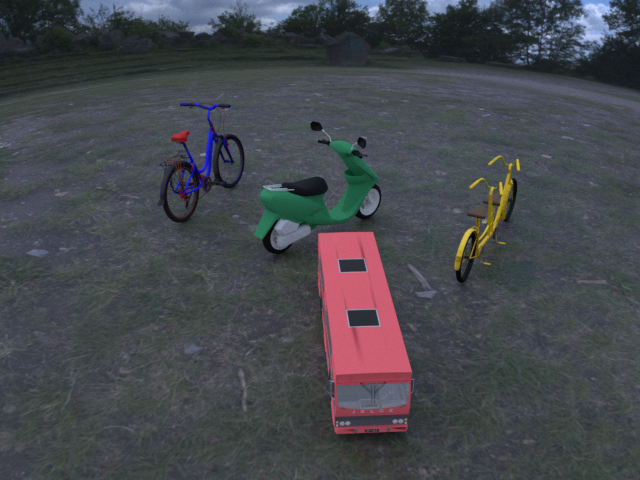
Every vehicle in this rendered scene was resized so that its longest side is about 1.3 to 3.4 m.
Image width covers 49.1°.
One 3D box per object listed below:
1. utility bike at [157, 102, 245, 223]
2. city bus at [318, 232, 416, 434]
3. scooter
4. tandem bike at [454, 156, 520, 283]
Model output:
[{"bbox_3d":[-2.188,-1.512,12.585,1.039,1.839,2.791,12,29,21],"label":"utility bike"},{"bbox_3d":[0.454,1.012,8.705,0.926,0.894,3.255,-1,27,-3],"label":"city bus"},{"bbox_3d":[0.054,-0.875,11.402,2.721,1.786,1.288,-22,34,-36],"label":"scooter"},{"bbox_3d":[2.697,-0.446,11.072,0.550,1.326,3.192,14,30,25],"label":"tandem bike"}]
